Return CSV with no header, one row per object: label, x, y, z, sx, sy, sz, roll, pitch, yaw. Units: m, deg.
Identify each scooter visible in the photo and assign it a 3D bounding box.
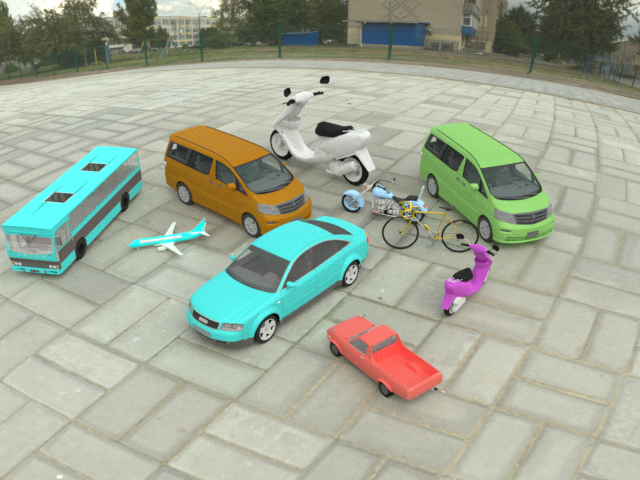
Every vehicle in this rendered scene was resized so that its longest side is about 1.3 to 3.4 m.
scooter,-0.021,-2.165,13.755,2.721,1.786,1.288,24,37,36
scooter,2.119,0.459,9.934,0.662,0.919,1.399,20,35,32

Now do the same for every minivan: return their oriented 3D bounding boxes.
minivan,2.909,-1.052,12.362,1.324,1.197,3.011,-10,31,-18
minivan,-1.489,-1.095,12.439,3.011,1.197,1.324,24,37,37

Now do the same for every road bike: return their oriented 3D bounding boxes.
road bike,1.768,-0.198,11.183,1.545,0.852,0.358,3,29,6

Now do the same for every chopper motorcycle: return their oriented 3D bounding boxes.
chopper motorcycle,1.119,-0.732,12.234,1.563,0.761,0.466,13,32,22

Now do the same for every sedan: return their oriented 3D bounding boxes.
sedan,-0.533,0.422,9.980,1.235,0.940,3.137,22,36,34

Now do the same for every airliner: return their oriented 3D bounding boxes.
airliner,-2.480,-0.100,11.441,1.307,0.429,1.161,-8,30,-14

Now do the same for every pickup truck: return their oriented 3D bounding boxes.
pickup truck,0.761,1.400,8.664,0.640,0.511,1.603,-20,35,-32

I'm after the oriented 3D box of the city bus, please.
city bus,-4.026,-0.569,11.806,0.926,0.894,3.255,5,29,9
